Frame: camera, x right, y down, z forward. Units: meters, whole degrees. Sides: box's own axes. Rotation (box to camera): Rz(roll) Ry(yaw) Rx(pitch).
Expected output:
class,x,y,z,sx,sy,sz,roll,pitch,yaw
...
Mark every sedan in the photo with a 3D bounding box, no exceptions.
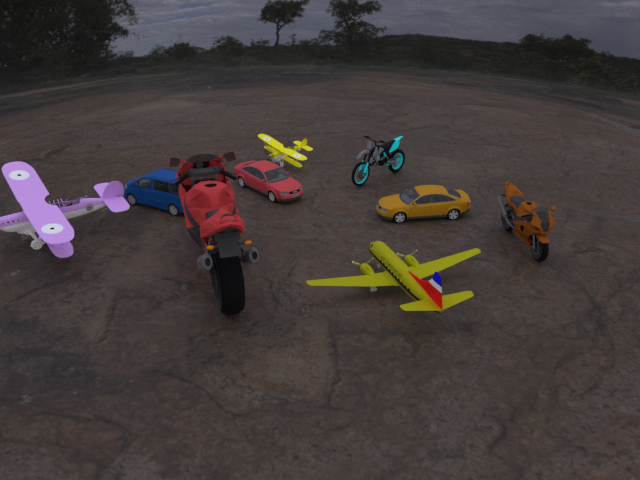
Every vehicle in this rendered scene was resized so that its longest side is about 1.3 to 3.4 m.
class,x,y,z,sx,sy,sz,roll,pitch,yaw
sedan,-0.950,-1.141,12.879,0.635,0.483,1.613,-22,34,-36
sedan,1.760,-0.652,11.919,1.613,0.483,0.635,-4,27,-7

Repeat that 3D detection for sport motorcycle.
class,x,y,z,sx,sy,sz,roll,pitch,yaw
sport motorcycle,3.187,-0.304,10.861,0.506,0.821,1.520,-5,27,-9
sport motorcycle,-1.480,-0.198,9.799,0.983,1.596,2.955,-8,28,-15

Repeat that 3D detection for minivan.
class,x,y,z,sx,sy,sz,roll,pitch,yaw
minivan,-2.743,-0.895,12.250,1.548,0.616,0.681,14,30,25

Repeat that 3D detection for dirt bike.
class,x,y,z,sx,sy,sz,roll,pitch,yaw
dirt bike,1.133,-1.558,13.288,1.493,0.857,0.527,-24,35,-38

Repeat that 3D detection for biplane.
class,x,y,z,sx,sy,sz,roll,pitch,yaw
biplane,-0.641,-1.780,14.113,1.336,0.504,1.090,24,36,39
biplane,-4.074,-0.447,10.966,2.120,0.981,2.598,-17,32,-30

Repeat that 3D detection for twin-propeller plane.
class,x,y,z,sx,sy,sz,roll,pitch,yaw
twin-propeller plane,1.137,0.386,9.537,2.663,0.792,2.129,-10,29,-19
